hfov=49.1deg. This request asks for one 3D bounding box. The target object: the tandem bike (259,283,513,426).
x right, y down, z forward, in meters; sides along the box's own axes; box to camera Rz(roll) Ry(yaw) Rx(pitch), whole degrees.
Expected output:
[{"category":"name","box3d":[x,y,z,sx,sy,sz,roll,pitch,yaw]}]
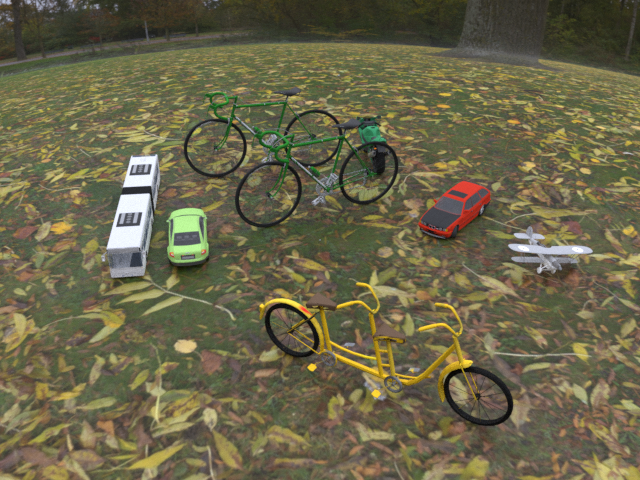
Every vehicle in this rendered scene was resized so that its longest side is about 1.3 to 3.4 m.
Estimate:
[{"category":"tandem bike","box3d":[0.645,1.150,7.915,3.192,1.326,0.550,16,34,25]}]

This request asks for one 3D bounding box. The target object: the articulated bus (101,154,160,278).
[{"category":"articulated bus","box3d":[-3.000,-0.500,11.457,0.605,0.561,3.401,-4,31,-6]}]

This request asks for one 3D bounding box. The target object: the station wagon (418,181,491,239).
[{"category":"station wagon","box3d":[2.249,-0.545,11.620,0.682,0.473,1.597,21,37,32]}]

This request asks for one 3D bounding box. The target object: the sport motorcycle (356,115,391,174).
[{"category":"sport motorcycle","box3d":[1.020,-1.874,13.527,0.506,0.821,1.520,-5,31,-9]}]

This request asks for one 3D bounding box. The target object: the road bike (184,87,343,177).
[{"category":"road bike","box3d":[-1.024,-2.013,12.942,3.004,1.656,0.697,-7,31,-12]}]

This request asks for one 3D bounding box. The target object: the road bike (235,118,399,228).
[{"category":"road bike","box3d":[0.011,-1.143,11.470,3.004,1.656,0.697,-14,33,-22]}]

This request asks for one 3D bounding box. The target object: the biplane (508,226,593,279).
[{"category":"biplane","box3d":[3.322,0.167,10.385,1.336,0.504,1.090,-6,31,-10]}]

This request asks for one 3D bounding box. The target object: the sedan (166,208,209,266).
[{"category":"sedan","box3d":[-2.065,-0.134,10.915,0.635,0.483,1.613,-5,31,-8]}]
